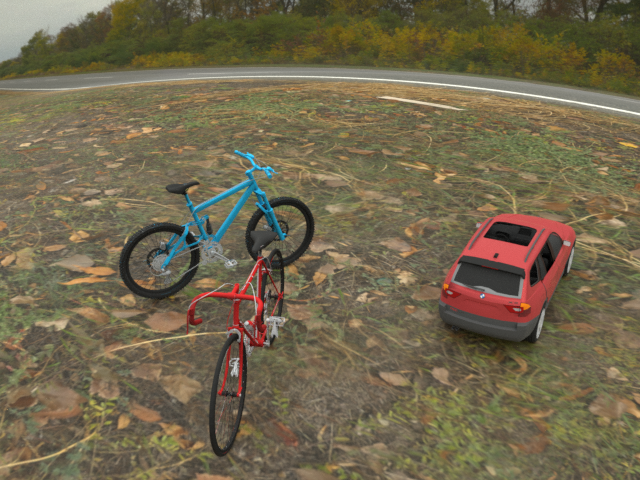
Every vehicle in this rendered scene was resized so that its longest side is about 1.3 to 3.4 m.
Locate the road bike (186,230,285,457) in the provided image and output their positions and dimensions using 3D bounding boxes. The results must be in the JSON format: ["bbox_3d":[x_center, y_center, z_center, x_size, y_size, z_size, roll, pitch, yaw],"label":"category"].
[{"bbox_3d":[-0.717,0.856,7.430,0.696,1.656,3.004,4,26,8],"label":"road bike"}]

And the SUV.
[{"bbox_3d":[2.560,0.253,9.261,1.276,1.128,3.058,13,29,25],"label":"SUV"}]

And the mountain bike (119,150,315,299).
[{"bbox_3d":[-1.333,-0.179,9.507,2.857,1.688,1.114,-14,29,-26],"label":"mountain bike"}]
